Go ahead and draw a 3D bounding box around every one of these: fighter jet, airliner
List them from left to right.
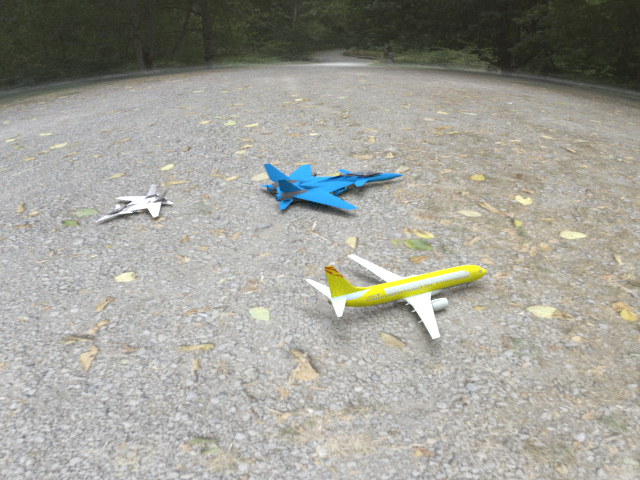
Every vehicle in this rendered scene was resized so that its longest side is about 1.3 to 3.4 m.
[{"bbox_3d":[-3.205,-0.589,11.828,1.147,0.286,1.358,23,35,37],"label":"fighter jet"},{"bbox_3d":[0.333,-1.143,12.611,2.640,0.557,2.229,-10,29,-19],"label":"fighter jet"},{"bbox_3d":[1.164,0.466,9.169,2.541,0.835,2.257,-12,29,-22],"label":"airliner"}]
